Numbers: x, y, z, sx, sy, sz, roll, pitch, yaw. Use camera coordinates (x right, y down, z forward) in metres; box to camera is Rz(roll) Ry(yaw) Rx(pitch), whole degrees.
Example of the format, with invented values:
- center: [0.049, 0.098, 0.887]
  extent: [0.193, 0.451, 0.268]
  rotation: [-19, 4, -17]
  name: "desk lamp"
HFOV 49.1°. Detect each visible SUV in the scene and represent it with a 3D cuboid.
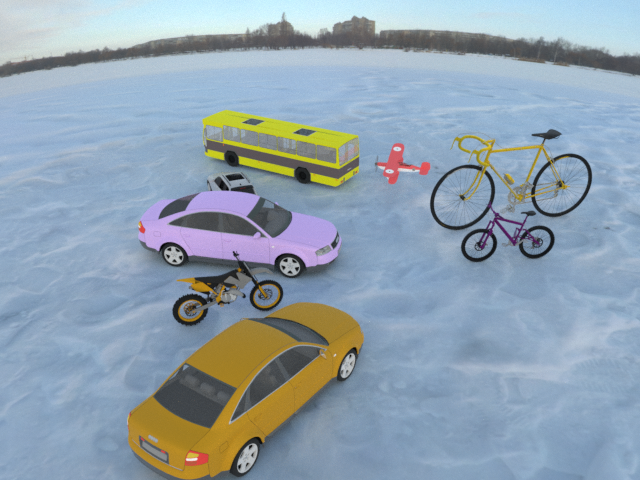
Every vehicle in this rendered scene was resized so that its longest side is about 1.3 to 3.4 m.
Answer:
- center: [-1.571, -0.941, 12.586]
  extent: [0.656, 0.580, 1.572]
  rotation: [-11, 29, -20]
  name: "SUV"

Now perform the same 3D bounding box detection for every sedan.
- center: [-1.225, -0.187, 10.734]
  extent: [3.137, 0.940, 1.235]
  rotation: [5, 28, 10]
  name: "sedan"
- center: [-0.665, 1.411, 7.640]
  extent: [1.235, 0.940, 3.137]
  rotation: [18, 32, 31]
  name: "sedan"

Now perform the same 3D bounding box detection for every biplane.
- center: [1.588, -1.406, 13.569]
  extent: [1.090, 0.504, 1.336]
  rotation: [7, 28, 13]
  name: "biplane"

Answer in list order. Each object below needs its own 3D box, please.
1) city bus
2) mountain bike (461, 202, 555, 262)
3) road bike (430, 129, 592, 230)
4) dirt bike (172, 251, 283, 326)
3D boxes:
- center: [-0.827, -1.829, 13.962]
  extent: [3.255, 0.894, 0.926]
  rotation: [16, 31, 28]
  name: "city bus"
- center: [2.868, -0.081, 10.607]
  extent: [1.469, 0.868, 0.573]
  rotation: [-3, 27, -6]
  name: "mountain bike"
- center: [3.228, -1.026, 11.577]
  extent: [3.004, 1.656, 0.697]
  rotation: [-7, 28, -14]
  name: "road bike"
- center: [-1.206, 0.654, 9.196]
  extent: [1.493, 0.857, 0.527]
  rotation: [-9, 29, -17]
  name: "dirt bike"
